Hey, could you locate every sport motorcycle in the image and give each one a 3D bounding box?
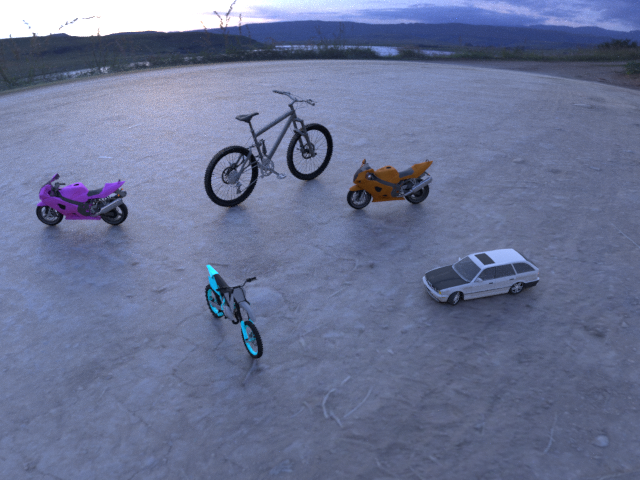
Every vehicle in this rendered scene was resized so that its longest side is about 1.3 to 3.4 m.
[{"bbox_3d":[-3.880,-0.617,11.380,1.520,0.821,0.506,-1,28,-1],"label":"sport motorcycle"},{"bbox_3d":[1.198,-0.962,12.029,1.520,0.821,0.506,-6,29,-12],"label":"sport motorcycle"}]

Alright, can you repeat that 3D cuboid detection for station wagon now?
[{"bbox_3d":[2.226,0.467,9.710,1.597,0.473,0.682,-8,29,-15],"label":"station wagon"}]

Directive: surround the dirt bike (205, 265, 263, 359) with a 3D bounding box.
[{"bbox_3d":[-1.083,0.819,8.640,0.527,0.857,1.493,-17,32,-29],"label":"dirt bike"}]

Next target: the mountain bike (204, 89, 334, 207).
[{"bbox_3d":[-0.839,-1.621,12.348,2.857,1.688,1.114,-23,35,-36],"label":"mountain bike"}]
